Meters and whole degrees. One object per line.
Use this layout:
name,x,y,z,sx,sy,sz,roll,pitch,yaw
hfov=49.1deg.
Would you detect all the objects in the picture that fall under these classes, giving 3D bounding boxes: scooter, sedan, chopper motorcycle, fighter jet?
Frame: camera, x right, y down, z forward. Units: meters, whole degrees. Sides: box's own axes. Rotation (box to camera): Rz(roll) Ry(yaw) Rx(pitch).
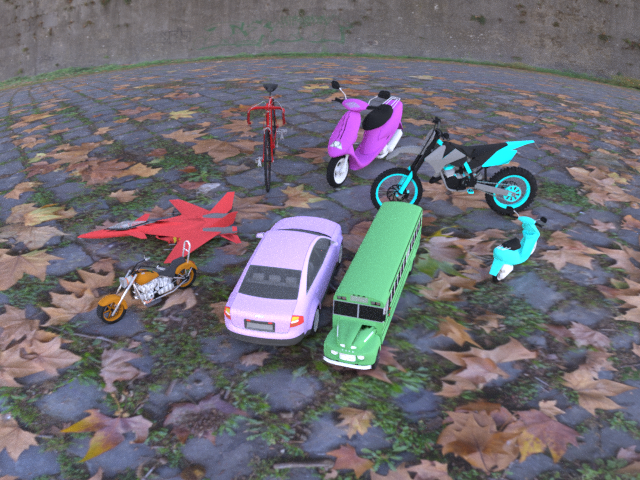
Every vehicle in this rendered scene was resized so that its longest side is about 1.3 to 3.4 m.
scooter,2.970,0.040,10.530,0.662,0.919,1.399,23,37,35
sedan,-0.426,0.350,9.954,1.235,0.940,3.137,6,30,11
scooter,0.918,-2.221,13.697,1.288,1.786,2.721,18,34,30
chopper motorcycle,-2.392,0.576,9.731,1.563,0.761,0.466,-25,38,-37
fighter jet,-2.651,-0.293,11.500,2.640,0.557,2.229,-4,29,-8

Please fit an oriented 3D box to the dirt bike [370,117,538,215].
dirt bike,2.313,-1.153,11.904,2.903,1.666,1.024,-1,29,-2

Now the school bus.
school bus,0.802,0.531,9.727,0.709,0.844,3.322,9,30,15

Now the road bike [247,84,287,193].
road bike,-0.975,-2.125,13.659,0.696,1.656,3.004,0,29,0
